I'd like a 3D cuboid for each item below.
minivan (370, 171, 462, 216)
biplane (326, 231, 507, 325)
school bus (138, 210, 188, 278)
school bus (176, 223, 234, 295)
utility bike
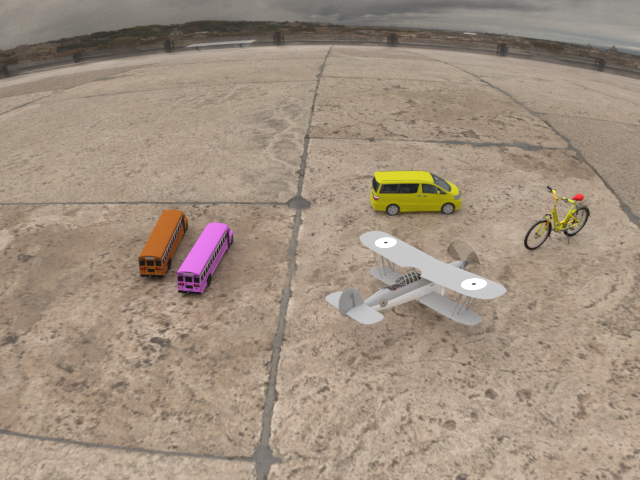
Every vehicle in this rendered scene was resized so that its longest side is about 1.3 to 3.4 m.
[{"bbox_3d":[1.642,-0.827,11.909,1.548,0.616,0.681,-1,30,-3],"label":"minivan"},{"bbox_3d":[1.104,0.605,9.079,2.120,0.981,2.598,-18,35,-28],"label":"biplane"},{"bbox_3d":[-2.357,-0.009,10.680,0.365,0.434,1.708,2,30,3],"label":"school bus"},{"bbox_3d":[-1.654,0.205,10.312,0.365,0.434,1.708,5,30,8],"label":"school bus"},{"bbox_3d":[3.739,-0.345,10.751,1.435,0.946,0.535,-17,34,-26],"label":"utility bike"}]
